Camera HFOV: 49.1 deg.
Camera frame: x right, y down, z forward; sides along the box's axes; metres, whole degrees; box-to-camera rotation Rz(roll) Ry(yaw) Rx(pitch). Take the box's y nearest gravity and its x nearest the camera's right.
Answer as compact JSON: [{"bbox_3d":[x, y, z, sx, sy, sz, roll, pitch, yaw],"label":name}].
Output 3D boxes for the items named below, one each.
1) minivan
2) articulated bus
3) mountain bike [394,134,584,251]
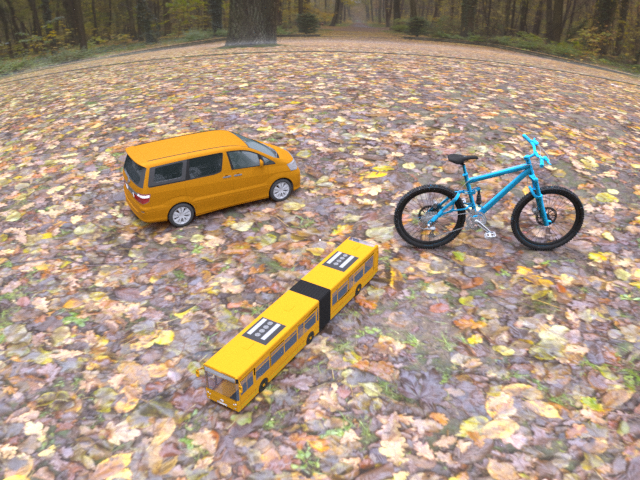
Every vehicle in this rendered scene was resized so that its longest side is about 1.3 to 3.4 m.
[{"bbox_3d":[-1.793,-1.188,11.953,3.011,1.197,1.324,-16,34,-26],"label":"minivan"},{"bbox_3d":[-0.240,0.937,8.967,0.605,0.561,3.401,17,35,27],"label":"articulated bus"},{"bbox_3d":[2.551,-0.590,10.451,2.857,1.688,1.114,1,30,1],"label":"mountain bike"}]
